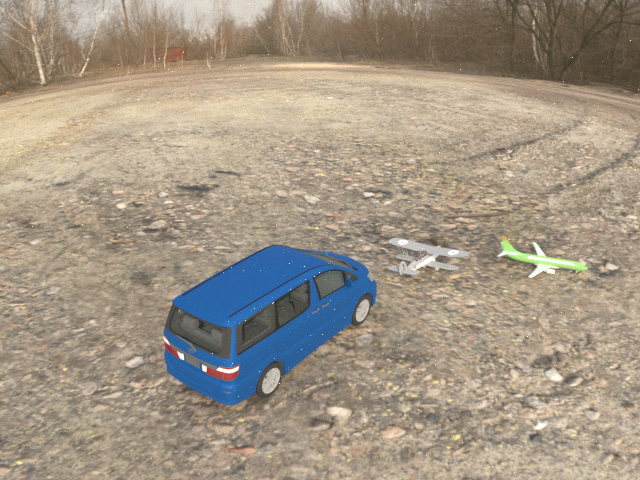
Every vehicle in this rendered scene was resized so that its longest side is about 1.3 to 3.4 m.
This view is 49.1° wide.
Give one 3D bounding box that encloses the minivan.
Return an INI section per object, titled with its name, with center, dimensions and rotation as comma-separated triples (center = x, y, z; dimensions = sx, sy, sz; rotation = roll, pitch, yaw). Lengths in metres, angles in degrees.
[minivan]
center = -0.477, 0.776, 8.576
dimensions = 1.324, 1.197, 3.011
rotation = 19, 33, 33

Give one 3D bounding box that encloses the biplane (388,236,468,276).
[biplane]
center = 1.471, 0.287, 10.292
dimensions = 1.336, 0.504, 1.090
rotation = 22, 34, 36

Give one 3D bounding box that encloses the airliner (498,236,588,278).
[airliner]
center = 3.347, 0.225, 10.497
dimensions = 1.307, 0.429, 1.161
rotation = 9, 28, 16
